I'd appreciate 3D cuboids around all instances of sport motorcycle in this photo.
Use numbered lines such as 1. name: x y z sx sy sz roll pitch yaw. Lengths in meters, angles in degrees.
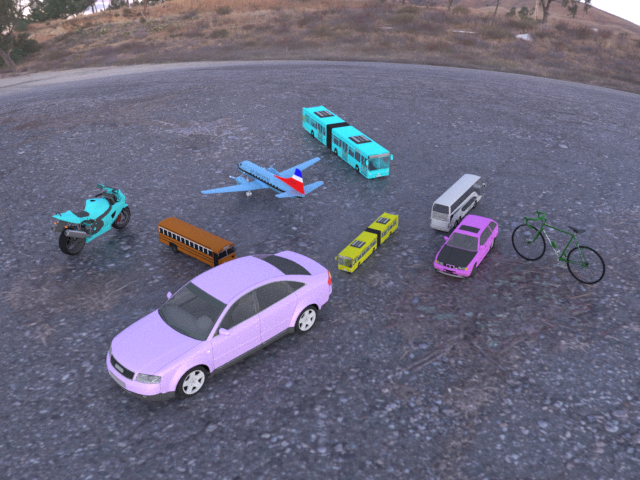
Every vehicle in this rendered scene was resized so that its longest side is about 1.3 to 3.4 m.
1. sport motorcycle: -3.640 -0.347 11.285 0.506 0.821 1.520 15 32 26

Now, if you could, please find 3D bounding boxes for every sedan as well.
1. sedan: -1.191 0.902 8.819 3.137 0.940 1.235 -25 37 -38

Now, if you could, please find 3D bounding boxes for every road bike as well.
1. road bike: 3.540 0.092 10.431 0.358 0.852 1.545 -24 36 -37

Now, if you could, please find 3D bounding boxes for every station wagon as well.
1. station wagon: 2.296 0.047 10.916 0.682 0.473 1.597 15 31 25

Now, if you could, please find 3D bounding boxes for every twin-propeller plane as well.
1. twin-propeller plane: -0.932 -1.208 12.929 2.663 0.792 2.129 -21 34 -34

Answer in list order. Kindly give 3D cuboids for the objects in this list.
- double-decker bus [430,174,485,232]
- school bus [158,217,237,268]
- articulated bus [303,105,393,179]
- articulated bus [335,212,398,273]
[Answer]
1. double-decker bus: 2.413 -0.680 12.207 0.389 0.541 1.672 16 32 27
2. school bus: -1.834 0.101 10.857 1.708 0.434 0.365 22 35 35
3. articulated bus: 0.483 -2.153 14.944 0.605 0.561 3.401 -12 30 -21
4. articulated bus: 0.788 0.009 11.183 0.311 0.289 1.749 15 31 26
